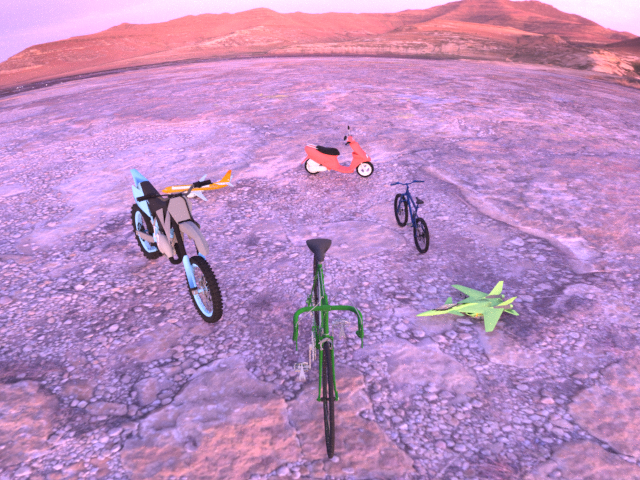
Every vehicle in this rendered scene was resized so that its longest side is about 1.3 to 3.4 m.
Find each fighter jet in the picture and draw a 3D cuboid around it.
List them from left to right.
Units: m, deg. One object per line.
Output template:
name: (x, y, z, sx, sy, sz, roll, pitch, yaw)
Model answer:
fighter jet: (1.937, 0.857, 9.415, 1.358, 0.286, 1.147, -7, 29, -12)

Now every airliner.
airliner: (-2.224, -1.039, 12.715, 1.307, 0.429, 1.161, -4, 29, -8)

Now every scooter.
scooter: (0.339, -1.650, 13.317, 1.399, 0.919, 0.662, 4, 29, 7)

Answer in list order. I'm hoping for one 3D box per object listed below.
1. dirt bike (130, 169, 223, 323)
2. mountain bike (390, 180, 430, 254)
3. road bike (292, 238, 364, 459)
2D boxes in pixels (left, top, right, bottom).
dirt bike: (-2.057, -0.077, 9.682, 1.024, 1.666, 2.903, -18, 33, -29)
mountain bike: (1.455, -0.418, 11.130, 0.573, 0.868, 1.469, -7, 30, -12)
road bike: (0.025, 0.958, 7.809, 0.696, 1.656, 3.004, -2, 29, -3)
